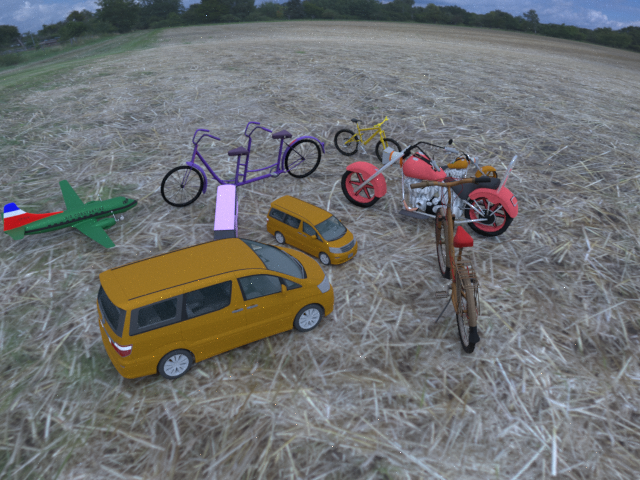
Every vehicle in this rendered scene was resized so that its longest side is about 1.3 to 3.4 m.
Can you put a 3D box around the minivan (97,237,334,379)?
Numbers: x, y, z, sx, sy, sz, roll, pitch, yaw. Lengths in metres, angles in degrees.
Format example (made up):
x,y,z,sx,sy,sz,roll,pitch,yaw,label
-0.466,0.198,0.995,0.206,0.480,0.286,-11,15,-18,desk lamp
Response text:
x,y,z,sx,sy,sz,roll,pitch,yaw,label
-1.261,0.697,8.931,3.011,1.197,1.324,-17,35,-25,minivan

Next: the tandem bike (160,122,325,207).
x,y,z,sx,sy,sz,roll,pitch,yaw,label
-1.302,-1.450,12.358,3.192,1.326,0.550,-16,35,-25,tandem bike

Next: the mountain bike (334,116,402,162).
x,y,z,sx,sy,sz,roll,pitch,yaw,label
0.925,-1.951,13.628,1.469,0.868,0.573,16,35,25,mountain bike

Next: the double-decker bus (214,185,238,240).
x,y,z,sx,sy,sz,roll,pitch,yaw,label
-1.497,-0.285,11.188,0.389,0.541,1.672,-3,31,-4,double-decker bus

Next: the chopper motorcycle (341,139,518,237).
x,y,z,sx,sy,sz,roll,pitch,yaw,label
1.741,-0.968,11.412,3.040,1.480,0.906,16,35,25,chopper motorcycle

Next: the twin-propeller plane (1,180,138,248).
x,y,z,sx,sy,sz,roll,pitch,yaw,label
-3.971,-0.465,11.245,2.129,0.792,2.663,-18,36,-28,twin-propeller plane

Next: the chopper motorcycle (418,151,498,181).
x,y,z,sx,sy,sz,roll,pitch,yaw,label
2.449,-1.277,12.616,1.563,0.761,0.466,-3,31,-5,chopper motorcycle

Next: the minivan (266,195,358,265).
x,y,z,sx,sy,sz,roll,pitch,yaw,label
-0.125,-0.166,10.920,1.548,0.616,0.681,24,39,34,minivan

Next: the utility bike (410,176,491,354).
x,y,z,sx,sy,sz,roll,pitch,yaw,label
1.693,0.158,9.202,1.039,1.839,2.791,0,31,-1,utility bike
